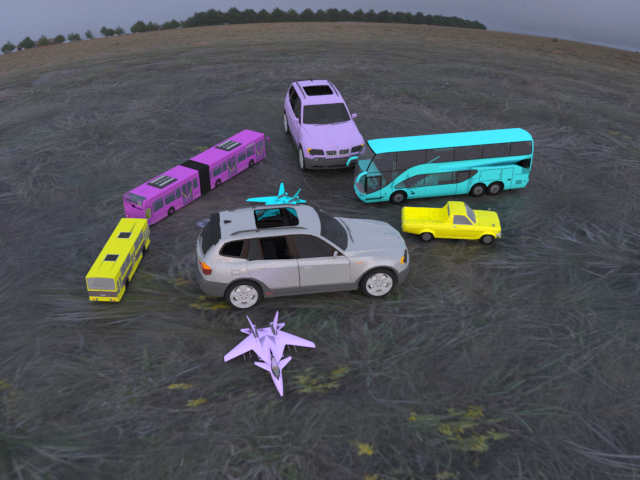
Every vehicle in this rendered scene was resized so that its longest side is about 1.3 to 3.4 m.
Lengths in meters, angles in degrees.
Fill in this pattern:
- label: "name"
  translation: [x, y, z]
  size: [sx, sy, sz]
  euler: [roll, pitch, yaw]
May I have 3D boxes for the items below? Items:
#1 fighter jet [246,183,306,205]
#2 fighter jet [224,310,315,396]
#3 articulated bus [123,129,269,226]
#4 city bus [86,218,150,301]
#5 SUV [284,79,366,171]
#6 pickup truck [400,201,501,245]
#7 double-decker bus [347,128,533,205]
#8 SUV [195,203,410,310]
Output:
- label: "fighter jet"
  translation: [-0.860, -0.557, 11.898]
  size: [1.147, 0.286, 1.358]
  euler: [19, 36, 29]
- label: "fighter jet"
  translation: [-0.600, 1.396, 8.645]
  size: [1.147, 0.286, 1.358]
  euler: [-7, 32, -12]
- label: "articulated bus"
  translation: [-2.142, -1.198, 12.698]
  size: [0.605, 0.561, 3.401]
  euler: [18, 35, 27]
- label: "city bus"
  translation: [-2.940, 0.283, 10.330]
  size: [0.476, 0.460, 1.674]
  euler: [2, 31, 3]
- label: "SUV"
  translation: [0.030, -2.387, 14.128]
  size: [1.276, 1.128, 3.058]
  euler: [-6, 32, -10]
- label: "pickup truck"
  translation: [2.105, -0.317, 11.280]
  size: [1.603, 0.511, 0.640]
  euler: [3, 31, 4]
- label: "double-decker bus"
  translation: [2.135, -1.311, 12.410]
  size: [3.251, 1.052, 0.756]
  euler: [-6, 31, -10]
- label: "SUV"
  translation: [-0.248, 0.121, 9.950]
  size: [3.058, 1.128, 1.276]
  euler: [-5, 31, -8]
